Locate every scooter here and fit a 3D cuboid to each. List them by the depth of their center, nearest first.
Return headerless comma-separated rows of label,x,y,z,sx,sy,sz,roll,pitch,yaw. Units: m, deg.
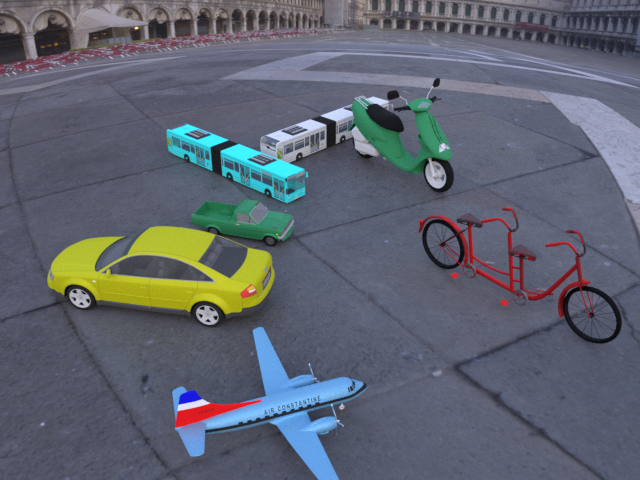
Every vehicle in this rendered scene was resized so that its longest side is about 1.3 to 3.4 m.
scooter,1.459,-2.055,12.825,1.288,1.786,2.721,-22,37,-33

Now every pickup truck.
pickup truck,-1.230,-0.344,11.147,1.603,0.511,0.640,9,31,15

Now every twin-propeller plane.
twin-propeller plane,-0.471,1.681,7.378,2.129,0.792,2.663,-11,32,-18

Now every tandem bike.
tandem bike,2.555,0.246,9.319,0.550,1.326,3.192,-24,38,-35

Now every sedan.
sedan,-2.187,0.362,9.503,3.137,0.940,1.235,6,31,10

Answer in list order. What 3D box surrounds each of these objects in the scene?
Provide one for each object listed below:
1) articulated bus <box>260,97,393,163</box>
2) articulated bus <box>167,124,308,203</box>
articulated bus,0.196,-2.277,14.426,0.605,0.561,3.401,26,39,37
articulated bus,-1.629,-1.477,13.048,3.401,0.561,0.605,25,38,36
